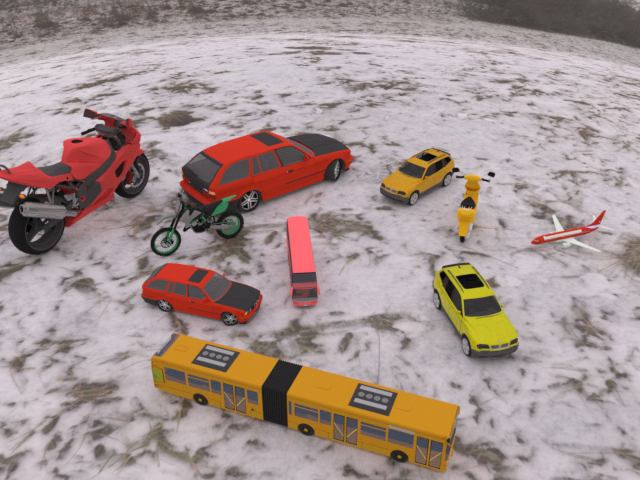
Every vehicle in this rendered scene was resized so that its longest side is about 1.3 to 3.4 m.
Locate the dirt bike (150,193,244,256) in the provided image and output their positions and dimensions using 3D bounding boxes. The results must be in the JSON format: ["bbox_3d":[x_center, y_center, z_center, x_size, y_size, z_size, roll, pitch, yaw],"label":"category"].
[{"bbox_3d":[-1.825,-0.265,10.433,1.493,0.857,0.527,-17,35,-26],"label":"dirt bike"}]

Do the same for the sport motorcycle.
[{"bbox_3d":[-3.708,-0.963,10.868,0.983,1.596,2.955,16,35,24],"label":"sport motorcycle"}]

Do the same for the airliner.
[{"bbox_3d":[3.802,-0.171,10.690,1.307,0.429,1.161,-10,33,-16],"label":"airliner"}]

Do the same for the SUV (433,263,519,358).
[{"bbox_3d":[1.945,0.851,8.868,0.656,0.580,1.572,-7,32,-11],"label":"SUV"}]

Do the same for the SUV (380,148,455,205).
[{"bbox_3d":[1.708,-1.133,12.123,0.656,0.580,1.572,27,40,36],"label":"SUV"}]

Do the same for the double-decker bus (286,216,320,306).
[{"bbox_3d":[-0.265,0.290,9.825,0.389,0.541,1.672,-3,31,-4],"label":"double-decker bus"}]

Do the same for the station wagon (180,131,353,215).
[{"bbox_3d":[-0.851,-1.360,12.169,3.105,0.920,1.327,-22,38,-32],"label":"station wagon"}]

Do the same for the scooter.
[{"bbox_3d":[2.335,-0.613,10.944,0.662,0.919,1.399,9,32,14],"label":"scooter"}]

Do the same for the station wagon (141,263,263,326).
[{"bbox_3d":[-1.555,0.672,9.264,1.597,0.473,0.682,10,33,16],"label":"station wagon"}]

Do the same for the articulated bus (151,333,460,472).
[{"bbox_3d":[-0.215,1.692,7.506,3.401,0.561,0.605,11,33,18],"label":"articulated bus"}]
